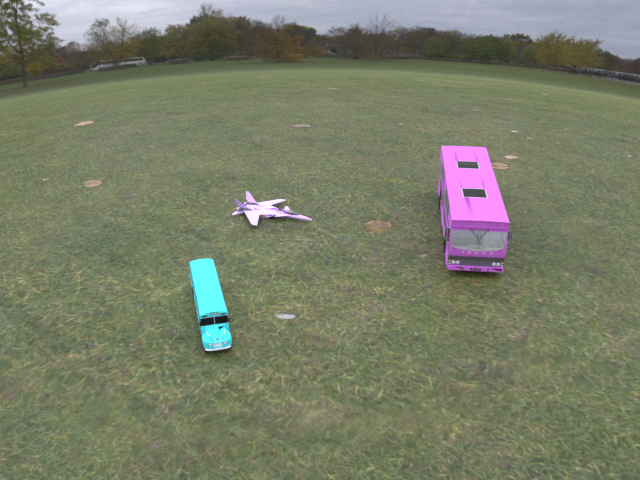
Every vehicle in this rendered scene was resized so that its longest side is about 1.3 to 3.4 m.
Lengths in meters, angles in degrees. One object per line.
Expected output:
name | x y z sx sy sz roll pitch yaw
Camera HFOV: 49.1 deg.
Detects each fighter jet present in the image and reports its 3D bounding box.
fighter jet | -0.756 -0.524 11.792 1.358 0.286 1.147 10 28 20

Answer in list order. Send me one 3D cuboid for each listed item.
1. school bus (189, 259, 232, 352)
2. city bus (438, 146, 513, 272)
school bus | -1.409 0.807 8.921 0.365 0.434 1.708 -7 27 -13
city bus | 2.369 -0.563 11.183 0.926 0.894 3.255 3 26 6
